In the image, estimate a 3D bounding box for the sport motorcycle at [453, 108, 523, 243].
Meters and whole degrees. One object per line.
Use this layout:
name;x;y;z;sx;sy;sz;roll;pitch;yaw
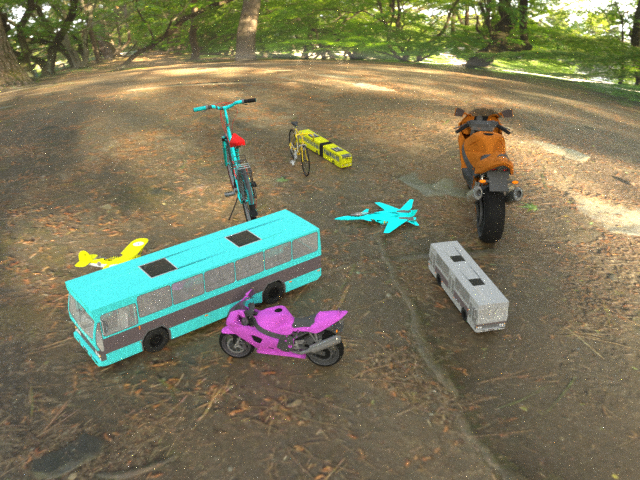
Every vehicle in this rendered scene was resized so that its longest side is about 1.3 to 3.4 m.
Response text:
sport motorcycle;2.705;-1.156;11.491;0.983;1.596;2.955;2;28;4

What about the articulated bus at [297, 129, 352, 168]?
articulated bus;0.082;-1.873;14.236;0.311;0.289;1.749;-15;32;-26

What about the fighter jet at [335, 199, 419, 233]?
fighter jet;0.916;-0.440;11.539;1.358;0.286;1.147;-1;28;-3

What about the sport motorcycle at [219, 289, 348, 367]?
sport motorcycle;-0.442;1.072;8.118;1.520;0.821;0.506;4;28;7

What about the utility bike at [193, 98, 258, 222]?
utility bike;-1.458;-1.304;11.511;1.039;1.839;2.791;-7;29;-14

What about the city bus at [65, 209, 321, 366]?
city bus;-1.496;0.555;9.015;3.255;0.894;0.926;-20;34;-33

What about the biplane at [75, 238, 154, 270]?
biplane;-2.869;0.315;9.884;1.090;0.504;1.336;3;28;6

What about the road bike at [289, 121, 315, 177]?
road bike;-0.409;-1.816;13.530;0.358;0.852;1.545;-8;29;-14

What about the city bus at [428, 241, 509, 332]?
city bus;1.948;0.604;9.386;0.476;0.460;1.674;-6;29;-11
